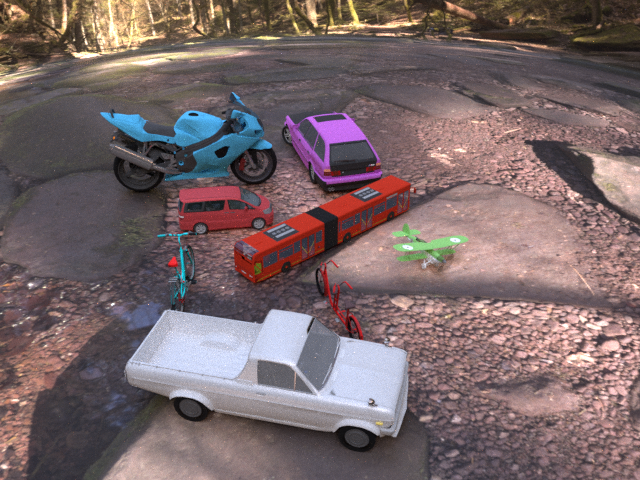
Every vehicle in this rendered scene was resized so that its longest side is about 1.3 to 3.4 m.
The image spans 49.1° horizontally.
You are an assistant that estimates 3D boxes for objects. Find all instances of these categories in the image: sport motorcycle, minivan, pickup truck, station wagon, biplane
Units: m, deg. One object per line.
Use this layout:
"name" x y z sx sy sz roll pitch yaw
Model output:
"sport motorcycle" -2.243 -1.650 12.351 2.955 1.596 0.983 -4 31 -7
"minivan" -1.538 -0.532 11.442 1.548 0.616 0.681 -5 31 -9
"pickup truck" -0.561 1.397 7.863 3.117 0.993 1.244 7 32 12
"station wagon" 0.170 -1.956 13.517 1.327 0.920 3.105 -9 32 -14
"biplane" 1.566 0.096 10.504 1.336 0.504 1.090 -16 35 -25

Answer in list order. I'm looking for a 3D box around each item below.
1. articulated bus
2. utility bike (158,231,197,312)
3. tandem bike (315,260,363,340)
"articulated bus" 0.158 -0.241 11.009 3.401 0.561 0.605 -25 39 -35
"utility bike" -1.944 0.393 9.580 0.535 0.946 1.435 1 31 1
"tandem bike" 0.230 0.766 9.216 0.283 0.682 1.642 -11 33 -17
